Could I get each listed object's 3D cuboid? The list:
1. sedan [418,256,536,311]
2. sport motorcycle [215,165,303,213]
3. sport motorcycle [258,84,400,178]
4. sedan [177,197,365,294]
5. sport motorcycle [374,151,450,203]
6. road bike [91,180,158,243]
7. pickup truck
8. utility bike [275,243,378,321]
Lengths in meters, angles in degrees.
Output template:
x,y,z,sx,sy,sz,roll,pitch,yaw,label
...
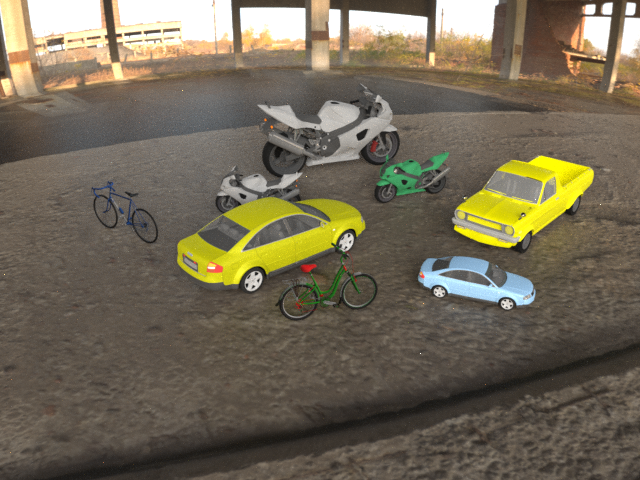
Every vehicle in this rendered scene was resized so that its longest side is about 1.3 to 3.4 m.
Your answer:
x,y,z,sx,sy,sz,roll,pitch,yaw,label
2.184,0.546,9.771,1.613,0.483,0.635,10,29,18,sedan
-1.055,-0.823,12.077,1.520,0.821,0.506,0,27,0,sport motorcycle
0.229,-2.103,13.731,2.955,1.596,0.983,-9,28,-17,sport motorcycle
-0.648,-0.123,10.578,3.137,0.940,1.235,-22,34,-36,sedan
1.669,-1.147,12.713,1.520,0.821,0.506,-12,29,-22,sport motorcycle
-3.177,-0.460,11.335,1.545,0.852,0.358,18,32,31,road bike
3.502,-0.789,11.823,1.244,0.993,3.117,22,34,36,pickup truck
0.082,0.553,9.250,1.435,0.946,0.535,-8,28,-16,utility bike
